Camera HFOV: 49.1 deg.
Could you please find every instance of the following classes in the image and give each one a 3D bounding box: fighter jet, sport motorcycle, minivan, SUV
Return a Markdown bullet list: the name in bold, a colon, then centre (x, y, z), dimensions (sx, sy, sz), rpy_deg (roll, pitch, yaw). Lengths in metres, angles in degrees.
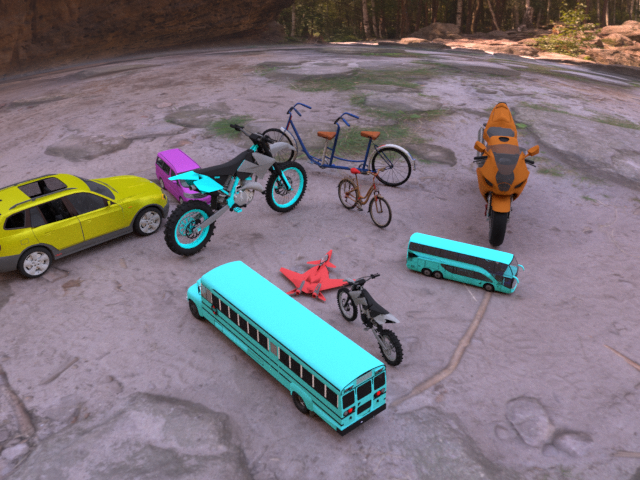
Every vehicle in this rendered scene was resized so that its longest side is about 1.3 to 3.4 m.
- **fighter jet**: centre (-0.011, 0.402, 10.349), dimensions (1.147, 0.286, 1.358), rpy_deg (9, 31, 15)
- **sport motorcycle**: centre (3.004, -1.164, 11.739), dimensions (0.983, 1.596, 2.955), rpy_deg (5, 31, 9)
- **minivan**: centre (-2.441, -1.113, 12.626), dimensions (0.681, 0.616, 1.548), rpy_deg (-18, 35, -28)
- **SUV**: centre (-3.891, -0.454, 10.984), dimensions (3.058, 1.128, 1.276), rpy_deg (-24, 38, -35)

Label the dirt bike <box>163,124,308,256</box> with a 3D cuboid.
- **dirt bike**: centre (-1.288, -0.873, 11.168), dimensions (2.903, 1.666, 1.024), rpy_deg (-26, 39, -37)

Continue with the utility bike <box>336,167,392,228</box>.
- **utility bike**: centre (0.771, -0.833, 11.817), dimensions (0.535, 0.946, 1.435), rpy_deg (-21, 36, -31)

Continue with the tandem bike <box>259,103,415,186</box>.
- **tandem bike**: centre (0.263, -1.802, 13.106), dimensions (3.192, 1.326, 0.550), rpy_deg (12, 32, 20)

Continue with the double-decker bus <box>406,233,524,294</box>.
- **double-decker bus**: centre (2.092, 0.340, 10.201), dimensions (1.672, 0.541, 0.389), rpy_deg (14, 33, 22)

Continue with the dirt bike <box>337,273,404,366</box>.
- **dirt bike**: centre (0.606, 0.927, 8.878), dimensions (0.527, 0.857, 1.493), rpy_deg (-16, 34, -25)

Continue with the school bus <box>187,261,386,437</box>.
- **school bus**: centre (-0.576, 1.119, 8.562), dimensions (0.709, 0.844, 3.322), rpy_deg (-23, 37, -34)
